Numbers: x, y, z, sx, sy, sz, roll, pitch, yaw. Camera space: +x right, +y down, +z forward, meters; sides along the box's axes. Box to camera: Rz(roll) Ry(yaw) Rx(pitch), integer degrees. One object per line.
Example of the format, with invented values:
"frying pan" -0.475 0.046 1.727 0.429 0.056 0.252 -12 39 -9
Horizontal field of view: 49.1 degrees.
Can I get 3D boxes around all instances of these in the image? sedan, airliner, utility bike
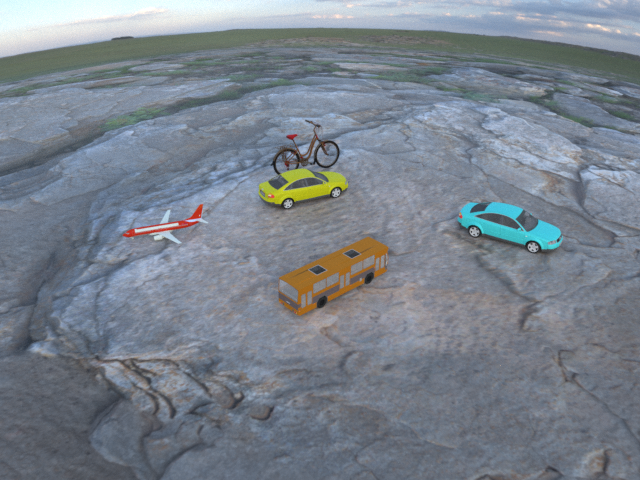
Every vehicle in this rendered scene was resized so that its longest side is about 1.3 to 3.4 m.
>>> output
"sedan" 2.941 -0.253 10.837 1.613 0.483 0.635 17 34 27
"airliner" -2.433 -0.280 10.939 1.307 0.429 1.161 -10 31 -16
"sedan" -0.271 -0.957 12.077 1.613 0.483 0.635 -14 33 -23
"utility bike" -0.290 -1.708 12.930 1.435 0.946 0.535 -15 33 -24

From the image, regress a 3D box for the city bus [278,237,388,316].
"city bus" 0.210 0.489 9.553 1.674 0.460 0.476 -24 37 -35
